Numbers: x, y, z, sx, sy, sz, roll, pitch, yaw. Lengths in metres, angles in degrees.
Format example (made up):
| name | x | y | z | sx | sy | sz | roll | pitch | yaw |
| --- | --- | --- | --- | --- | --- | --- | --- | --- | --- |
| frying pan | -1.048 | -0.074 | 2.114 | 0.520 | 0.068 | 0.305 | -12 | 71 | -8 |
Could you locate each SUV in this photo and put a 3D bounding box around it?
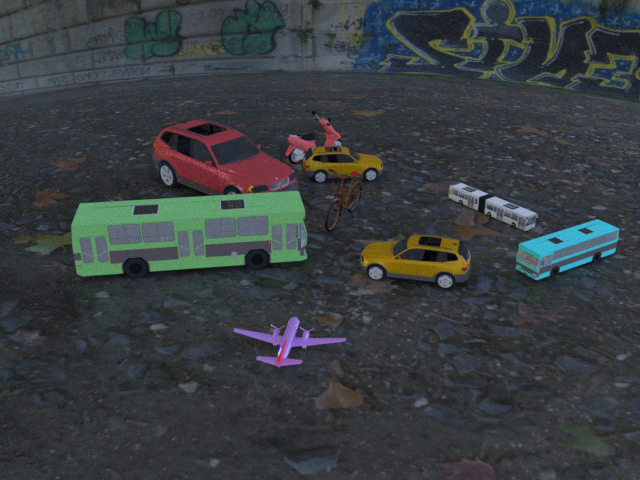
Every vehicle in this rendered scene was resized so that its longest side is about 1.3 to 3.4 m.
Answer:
| name | x | y | z | sx | sy | sz | roll | pitch | yaw |
| --- | --- | --- | --- | --- | --- | --- | --- | --- | --- |
| SUV | -1.778 | -1.412 | 12.661 | 3.058 | 1.128 | 1.276 | 22 | 34 | 37 |
| SUV | 0.430 | -1.488 | 13.436 | 1.572 | 0.580 | 0.656 | -3 | 26 | -5 |
| SUV | 1.354 | 0.243 | 9.918 | 1.572 | 0.580 | 0.656 | 6 | 27 | 13 |

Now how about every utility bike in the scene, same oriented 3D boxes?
| name | x | y | z | sx | sy | sz | roll | pitch | yaw |
| --- | --- | --- | --- | --- | --- | --- | --- | --- | --- |
| utility bike | 0.458 | -0.739 | 11.499 | 0.535 | 0.946 | 1.435 | 12 | 29 | 23 |

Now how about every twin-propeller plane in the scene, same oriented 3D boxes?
| name | x | y | z | sx | sy | sz | roll | pitch | yaw |
| --- | --- | --- | --- | --- | --- | --- | --- | --- | --- |
| twin-propeller plane | -0.383 | 1.148 | 8.274 | 1.370 | 0.407 | 1.095 | 4 | 26 | 8 |

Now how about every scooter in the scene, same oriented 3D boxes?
| name | x | y | z | sx | sy | sz | roll | pitch | yaw |
| --- | --- | --- | --- | --- | --- | --- | --- | --- | --- |
| scooter | -0.104 | -2.085 | 14.266 | 1.399 | 0.919 | 0.662 | -17 | 31 | -31 |

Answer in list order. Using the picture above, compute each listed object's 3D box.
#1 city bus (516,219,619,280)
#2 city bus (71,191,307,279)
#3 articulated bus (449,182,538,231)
| name | x | y | z | sx | sy | sz | roll | pitch | yaw |
| --- | --- | --- | --- | --- | --- | --- | --- | --- | --- |
| city bus | 3.630 | 0.146 | 10.251 | 1.674 | 0.460 | 0.476 | -15 | 30 | -27 |
| city bus | -1.848 | -0.073 | 10.203 | 3.255 | 0.894 | 0.926 | -4 | 26 | -8 |
| articulated bus | 2.912 | -0.586 | 11.933 | 0.311 | 0.289 | 1.749 | -18 | 31 | -32 |
